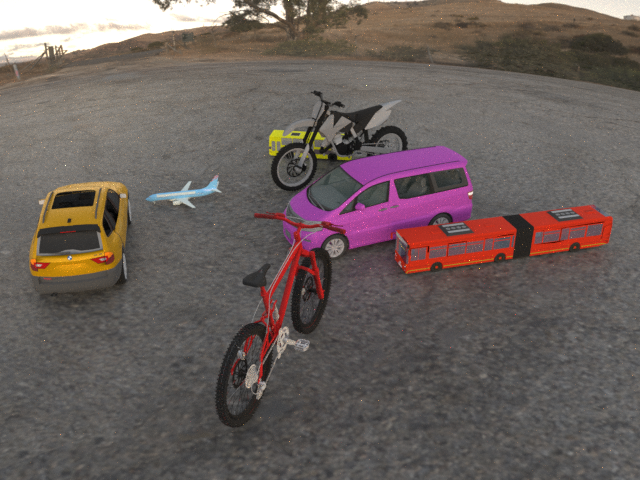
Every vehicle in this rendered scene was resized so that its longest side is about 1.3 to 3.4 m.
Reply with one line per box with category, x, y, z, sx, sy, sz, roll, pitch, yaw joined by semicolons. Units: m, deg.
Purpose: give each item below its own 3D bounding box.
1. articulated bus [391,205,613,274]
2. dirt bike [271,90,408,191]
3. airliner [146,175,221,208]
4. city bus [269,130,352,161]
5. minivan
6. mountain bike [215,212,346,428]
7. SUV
articulated bus;2.759;-0.031;10.515;3.401;0.561;0.605;-7;29;-13
dirt bike;0.418;-1.848;12.772;2.903;1.666;1.024;-15;31;-26
airliner;-2.398;-0.880;12.263;1.307;0.429;1.161;-6;28;-11
city bus;-0.172;-1.902;14.167;1.674;0.460;0.476;5;28;9
minivan;0.899;-0.641;10.988;3.011;1.197;1.324;-11;30;-20
mountain bike;-0.426;0.748;7.832;1.114;1.688;2.857;11;30;20
SUV;-3.503;-0.265;10.351;1.276;1.128;3.058;-5;28;-10
